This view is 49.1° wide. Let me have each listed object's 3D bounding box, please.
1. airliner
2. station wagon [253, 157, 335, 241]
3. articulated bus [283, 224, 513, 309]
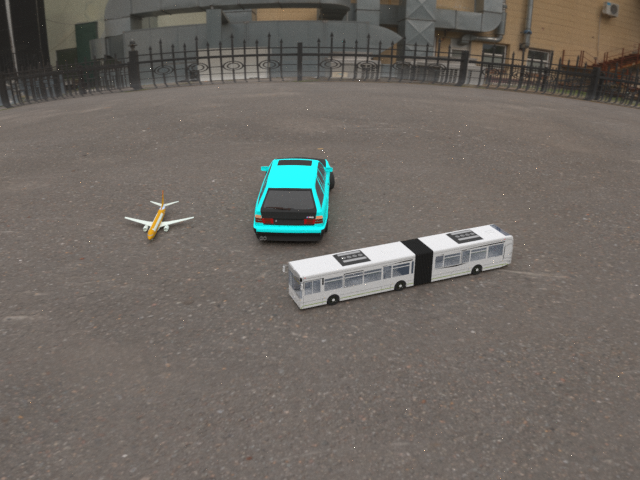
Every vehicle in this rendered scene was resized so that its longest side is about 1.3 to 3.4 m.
[{"bbox_3d":[-2.710,-0.404,11.636,1.161,0.429,1.307,0,26,0],"label":"airliner"},{"bbox_3d":[-0.423,-0.944,12.196,1.327,0.920,3.105,1,26,2],"label":"station wagon"},{"bbox_3d":[1.178,0.343,9.925,3.401,0.561,0.605,-10,27,-20],"label":"articulated bus"}]
